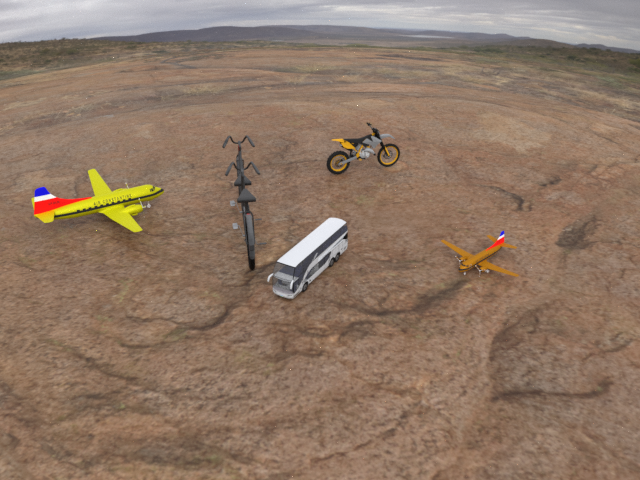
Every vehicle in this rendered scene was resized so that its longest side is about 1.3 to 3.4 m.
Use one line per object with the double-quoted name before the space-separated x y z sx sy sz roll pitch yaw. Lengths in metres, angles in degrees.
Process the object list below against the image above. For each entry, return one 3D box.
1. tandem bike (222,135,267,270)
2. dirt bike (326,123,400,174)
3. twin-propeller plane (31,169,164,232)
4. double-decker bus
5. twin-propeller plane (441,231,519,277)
"tandem bike" -1.199 -0.742 10.999 0.550 1.326 3.192 -5 30 -8
"dirt bike" 0.827 -1.704 13.146 1.493 0.857 0.527 -10 31 -17
"twin-propeller plane" -3.583 -0.699 11.459 2.129 0.792 2.663 -17 34 -26
"double-decker bus" -0.128 0.255 10.049 0.389 0.541 1.672 16 34 26
"twin-propeller plane" 2.389 0.197 10.285 1.095 0.407 1.370 -24 38 -36
